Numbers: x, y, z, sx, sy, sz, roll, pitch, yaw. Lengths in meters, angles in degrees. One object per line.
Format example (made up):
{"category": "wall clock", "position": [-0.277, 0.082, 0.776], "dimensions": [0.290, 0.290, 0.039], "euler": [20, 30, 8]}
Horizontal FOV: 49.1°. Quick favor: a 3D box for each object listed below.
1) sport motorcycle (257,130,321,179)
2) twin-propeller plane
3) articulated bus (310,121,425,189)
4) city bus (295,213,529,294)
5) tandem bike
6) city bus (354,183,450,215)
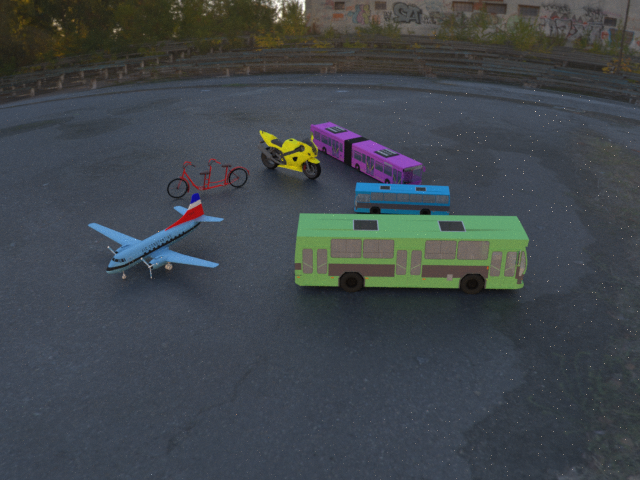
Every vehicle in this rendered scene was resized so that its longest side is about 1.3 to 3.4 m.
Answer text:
{"category": "sport motorcycle", "position": [-0.609, -1.734, 14.154], "dimensions": [1.520, 0.821, 0.506], "euler": [17, 31, 31]}
{"category": "twin-propeller plane", "position": [-2.497, -0.064, 10.812], "dimensions": [2.663, 0.792, 2.129], "euler": [16, 30, 29]}
{"category": "articulated bus", "position": [0.879, -1.783, 14.546], "dimensions": [0.605, 0.561, 3.401], "euler": [-16, 30, -29]}
{"category": "city bus", "position": [1.277, 0.194, 10.173], "dimensions": [3.255, 0.894, 0.926], "euler": [1, 26, 2]}
{"category": "tandem bike", "position": [-2.104, -1.212, 13.256], "dimensions": [1.642, 0.682, 0.283], "euler": [-13, 29, -24]}
{"category": "city bus", "position": [1.460, -0.708, 12.487], "dimensions": [1.674, 0.460, 0.476], "euler": [3, 26, 6]}
